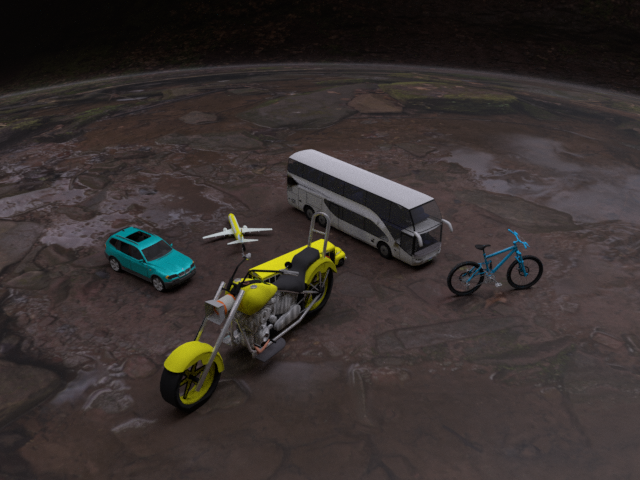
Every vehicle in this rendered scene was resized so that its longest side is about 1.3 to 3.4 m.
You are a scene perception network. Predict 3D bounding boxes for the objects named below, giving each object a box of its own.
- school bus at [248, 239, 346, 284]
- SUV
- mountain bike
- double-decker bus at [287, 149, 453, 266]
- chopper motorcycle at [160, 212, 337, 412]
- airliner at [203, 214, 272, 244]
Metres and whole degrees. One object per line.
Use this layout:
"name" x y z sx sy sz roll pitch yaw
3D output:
"school bus" -0.302 0.385 10.490 1.708 0.434 0.365 -23 36 -36
"SUV" -2.591 0.243 10.602 1.572 0.580 0.656 19 33 32
"mountain bike" 2.537 0.377 10.041 1.469 0.868 0.573 -5 28 -10
"double-decker bus" 0.689 -0.574 11.644 0.756 1.052 3.251 -23 35 -36
"chopper motorcycle" -0.781 0.797 8.593 0.906 1.480 3.040 19 33 32
"airliner" -1.404 -0.259 11.713 1.161 0.429 1.307 -8 29 -14
